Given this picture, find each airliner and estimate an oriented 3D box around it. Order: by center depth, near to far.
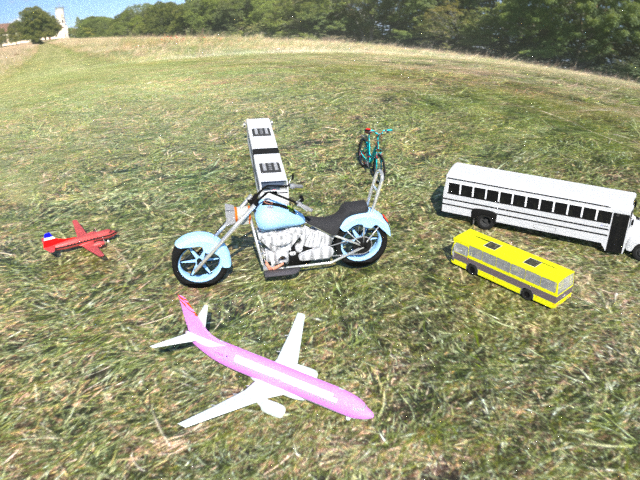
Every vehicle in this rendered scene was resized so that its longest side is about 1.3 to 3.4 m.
[{"bbox_3d":[-0.550,1.278,7.557,2.541,0.835,2.257,16,32,26],"label":"airliner"}]

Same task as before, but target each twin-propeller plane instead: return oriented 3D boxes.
[{"bbox_3d":[-3.567,-0.042,10.442,1.095,0.407,1.370,-18,33,-29],"label":"twin-propeller plane"}]

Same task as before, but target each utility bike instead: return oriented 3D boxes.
[{"bbox_3d":[0.991,-1.660,12.862,0.535,0.946,1.435,-8,29,-14],"label":"utility bike"}]

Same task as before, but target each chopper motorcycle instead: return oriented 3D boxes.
[{"bbox_3d":[-0.509,-0.159,9.531,3.040,1.480,0.906,-6,29,-10],"label":"chopper motorcycle"}]

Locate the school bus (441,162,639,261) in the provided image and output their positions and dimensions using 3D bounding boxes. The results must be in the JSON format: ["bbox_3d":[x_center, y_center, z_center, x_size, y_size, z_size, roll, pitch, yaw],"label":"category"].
[{"bbox_3d":[3.578,-0.478,10.788,3.322,0.844,0.709,13,31,23],"label":"school bus"}]

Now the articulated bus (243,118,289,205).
[{"bbox_3d":[-1.002,-1.473,12.921,0.605,0.561,3.401,-4,29,-8],"label":"articulated bus"}]

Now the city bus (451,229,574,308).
[{"bbox_3d":[2.598,0.386,9.596,0.476,0.460,1.674,-24,37,-37],"label":"city bus"}]
